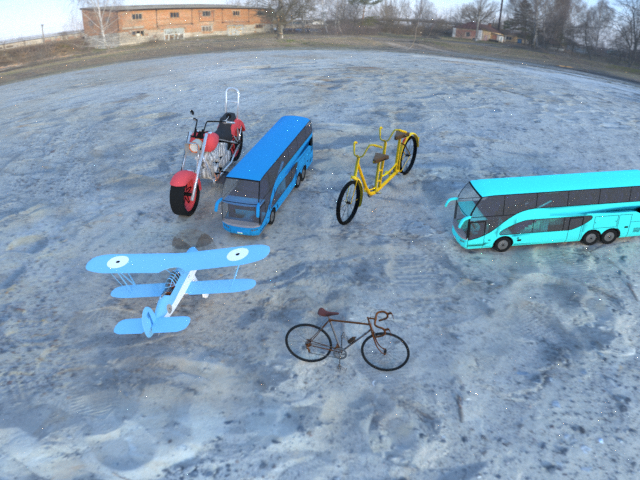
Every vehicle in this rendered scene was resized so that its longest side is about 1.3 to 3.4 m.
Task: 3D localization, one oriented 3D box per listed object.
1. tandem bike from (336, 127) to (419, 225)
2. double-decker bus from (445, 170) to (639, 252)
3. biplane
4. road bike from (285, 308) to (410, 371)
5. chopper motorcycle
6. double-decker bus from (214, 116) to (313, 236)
[{"bbox_3d":[1.103,-1.374,12.483,0.550,1.326,3.192,17,34,26],"label":"tandem bike"},{"bbox_3d":[3.677,-0.479,11.221,3.251,1.052,0.756,-4,31,-7],"label":"double-decker bus"},{"bbox_3d":[-1.995,0.645,9.364,2.598,0.981,2.120,4,30,7],"label":"biplane"},{"bbox_3d":[0.326,1.209,8.524,1.545,0.852,0.358,5,31,9],"label":"road bike"},{"bbox_3d":[-2.043,-1.670,12.837,0.906,1.480,3.040,7,31,12],"label":"chopper motorcycle"},{"bbox_3d":[-0.879,-1.185,12.432,0.756,1.052,3.251,8,31,14],"label":"double-decker bus"}]
